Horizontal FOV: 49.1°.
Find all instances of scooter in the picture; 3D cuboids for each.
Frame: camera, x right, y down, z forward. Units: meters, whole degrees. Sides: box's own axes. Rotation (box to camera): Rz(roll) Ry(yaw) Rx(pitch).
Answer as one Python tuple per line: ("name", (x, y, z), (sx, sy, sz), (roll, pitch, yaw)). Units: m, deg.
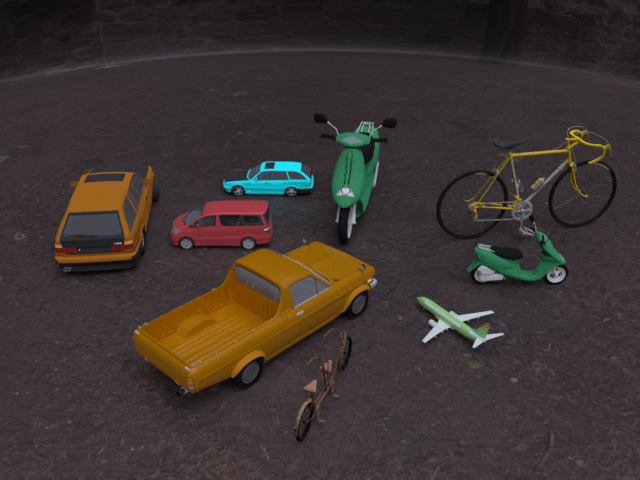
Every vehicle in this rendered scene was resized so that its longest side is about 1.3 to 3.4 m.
("scooter", (0.595, -1.252, 11.314), (1.288, 1.786, 2.721), (6, 29, 10))
("scooter", (2.738, 0.210, 9.565), (1.399, 0.919, 0.662), (0, 29, 0))

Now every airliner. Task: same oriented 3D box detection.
("airliner", (1.652, 0.929, 8.768), (1.161, 0.429, 1.307), (-17, 33, -29))

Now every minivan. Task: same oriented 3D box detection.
("minivan", (-1.513, -0.254, 10.718), (1.548, 0.616, 0.681), (0, 29, 0))

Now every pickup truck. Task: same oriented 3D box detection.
("pickup truck", (-0.678, 0.766, 8.482), (1.244, 0.993, 3.117), (25, 37, 37))

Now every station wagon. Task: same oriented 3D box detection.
("station wagon", (-0.916, -1.109, 12.413), (1.597, 0.473, 0.682), (0, 29, 1))
("station wagon", (-3.306, -0.596, 11.023), (1.327, 0.920, 3.105), (-3, 29, -6))

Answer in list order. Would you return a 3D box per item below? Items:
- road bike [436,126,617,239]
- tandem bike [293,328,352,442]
("road bike", (3.225, -0.843, 10.709), (3.004, 1.656, 0.697), (-6, 29, -11))
("tandem bike", (0.056, 1.467, 7.533), (0.283, 0.682, 1.642), (11, 31, 19))
